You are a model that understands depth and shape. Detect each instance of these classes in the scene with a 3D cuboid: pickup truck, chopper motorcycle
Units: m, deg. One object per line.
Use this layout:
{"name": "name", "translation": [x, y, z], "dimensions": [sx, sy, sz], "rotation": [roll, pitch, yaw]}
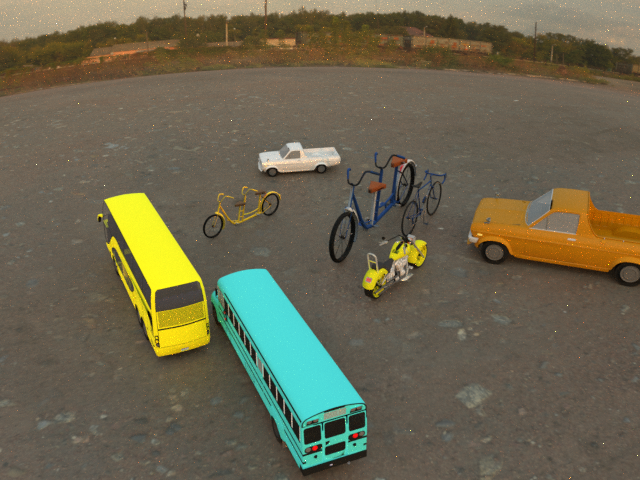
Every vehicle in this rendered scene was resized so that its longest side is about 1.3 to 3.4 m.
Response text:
{"name": "pickup truck", "translation": [3.789, -0.154, 10.316], "dimensions": [3.117, 0.993, 1.244], "rotation": [9, 28, 18]}
{"name": "pickup truck", "translation": [-0.414, -1.619, 13.739], "dimensions": [1.603, 0.511, 0.640], "rotation": [-5, 27, -10]}
{"name": "chopper motorcycle", "translation": [1.084, 0.259, 9.758], "dimensions": [0.466, 0.761, 1.563], "rotation": [18, 32, 32]}

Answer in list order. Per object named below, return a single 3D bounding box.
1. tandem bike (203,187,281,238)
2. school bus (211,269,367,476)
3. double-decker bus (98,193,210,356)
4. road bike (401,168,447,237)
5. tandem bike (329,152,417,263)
{"name": "tandem bike", "translation": [-1.253, -0.539, 11.420], "dimensions": [0.283, 0.682, 1.642], "rotation": [24, 36, 39]}
{"name": "school bus", "translation": [-0.506, 1.205, 7.801], "dimensions": [0.709, 0.844, 3.322], "rotation": [-11, 29, -21]}
{"name": "double-decker bus", "translation": [-2.283, 0.308, 9.340], "dimensions": [0.756, 1.052, 3.251], "rotation": [-12, 29, -23]}
{"name": "road bike", "translation": [1.680, -0.635, 11.422], "dimensions": [0.358, 0.852, 1.545], "rotation": [16, 31, 28]}
{"name": "tandem bike", "translation": [0.923, -0.752, 11.129], "dimensions": [0.550, 1.326, 3.192], "rotation": [14, 30, 26]}
